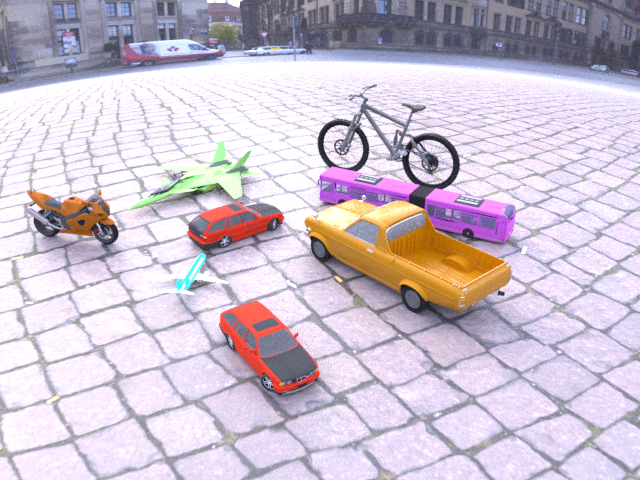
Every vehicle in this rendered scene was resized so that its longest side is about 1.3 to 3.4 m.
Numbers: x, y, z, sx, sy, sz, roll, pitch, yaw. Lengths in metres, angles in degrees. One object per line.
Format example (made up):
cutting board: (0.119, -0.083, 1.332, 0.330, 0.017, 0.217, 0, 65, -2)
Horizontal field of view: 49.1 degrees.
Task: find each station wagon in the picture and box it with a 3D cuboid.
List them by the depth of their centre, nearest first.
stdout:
station wagon: (-0.624, 1.216, 8.334, 0.682, 0.473, 1.597, -17, 32, -29)
station wagon: (-1.332, -0.323, 11.288, 1.597, 0.473, 0.682, -20, 34, -34)

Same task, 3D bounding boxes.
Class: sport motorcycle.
sport motorcycle: (-3.884, -0.375, 11.012, 1.520, 0.821, 0.506, 7, 28, 14)

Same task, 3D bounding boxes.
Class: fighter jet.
fighter jet: (-2.413, -1.130, 12.748, 2.229, 0.557, 2.640, 21, 34, 35)

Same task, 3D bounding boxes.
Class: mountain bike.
mountain bike: (1.228, -1.869, 12.942, 2.857, 1.688, 1.114, 14, 30, 24)

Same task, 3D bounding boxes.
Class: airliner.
airliner: (-1.834, 0.411, 9.927, 1.161, 0.429, 1.307, 4, 28, 7)

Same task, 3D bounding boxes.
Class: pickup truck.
pickup truck: (1.140, 0.076, 9.960, 1.244, 0.993, 3.117, -23, 35, -36)

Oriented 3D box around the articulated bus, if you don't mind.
articulated bus: (1.535, -0.627, 11.777, 3.401, 0.561, 0.605, 15, 31, 26)
